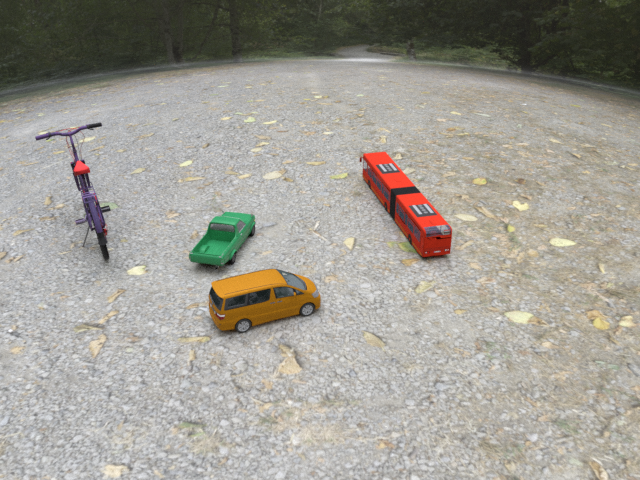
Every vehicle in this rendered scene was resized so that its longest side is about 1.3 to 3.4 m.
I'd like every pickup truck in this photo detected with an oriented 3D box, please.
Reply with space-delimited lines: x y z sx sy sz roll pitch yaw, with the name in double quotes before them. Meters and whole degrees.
"pickup truck" -1.548 -0.069 11.310 0.640 0.511 1.603 7 30 12

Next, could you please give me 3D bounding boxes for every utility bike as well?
"utility bike" -3.890 -0.858 11.366 1.039 1.839 2.791 -12 31 -21

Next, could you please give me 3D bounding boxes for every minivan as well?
"minivan" -0.748 0.770 9.671 1.548 0.616 0.681 -12 31 -21

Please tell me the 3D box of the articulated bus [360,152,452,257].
"articulated bus" 1.457 -0.726 12.454 0.605 0.561 3.401 -7 29 -12
